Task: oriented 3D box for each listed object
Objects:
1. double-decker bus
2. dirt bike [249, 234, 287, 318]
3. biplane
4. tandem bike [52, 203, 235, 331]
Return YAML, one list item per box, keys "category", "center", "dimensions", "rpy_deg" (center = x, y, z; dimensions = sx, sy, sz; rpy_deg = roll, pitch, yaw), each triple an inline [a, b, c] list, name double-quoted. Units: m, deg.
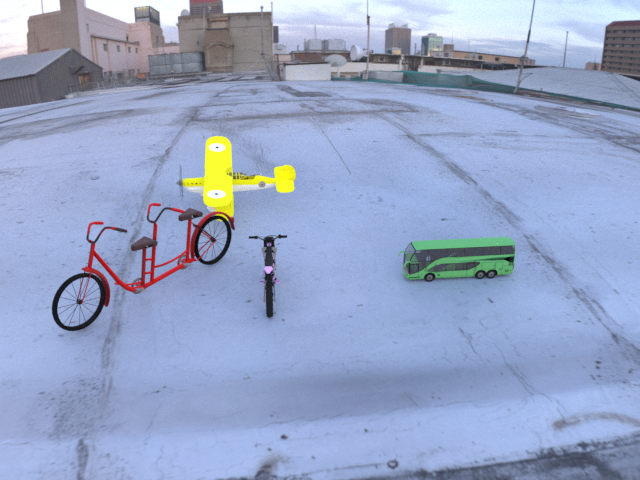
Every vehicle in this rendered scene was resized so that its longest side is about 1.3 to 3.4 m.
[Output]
- category: "double-decker bus"
  center: [2.003, 0.274, 10.242]
  dimensions: [1.672, 0.541, 0.389]
  rpy_deg: [-3, 25, -6]
- category: "dirt bike"
  center: [-0.702, 0.396, 9.611]
  dimensions: [0.527, 0.857, 1.493]
  rpy_deg: [-1, 25, -3]
- category: "biplane"
  center: [-1.487, -1.013, 12.470]
  dimensions: [2.120, 0.981, 2.598]
  rpy_deg: [-3, 25, -6]
- category: "tandem bike"
  center: [-2.302, 0.137, 9.611]
  dimensions: [0.550, 1.326, 3.192]
  rpy_deg: [18, 31, 33]
